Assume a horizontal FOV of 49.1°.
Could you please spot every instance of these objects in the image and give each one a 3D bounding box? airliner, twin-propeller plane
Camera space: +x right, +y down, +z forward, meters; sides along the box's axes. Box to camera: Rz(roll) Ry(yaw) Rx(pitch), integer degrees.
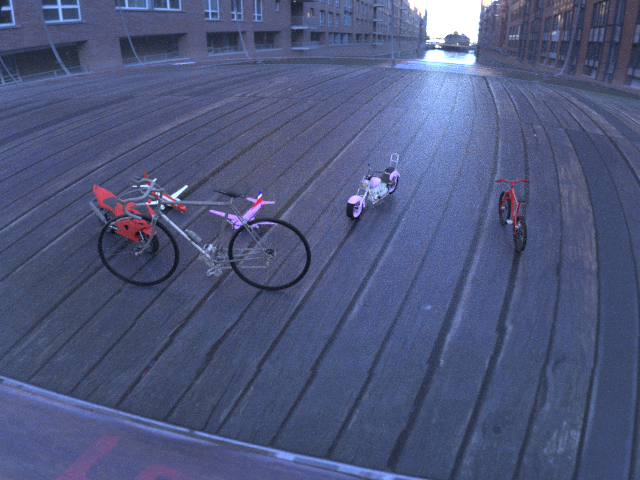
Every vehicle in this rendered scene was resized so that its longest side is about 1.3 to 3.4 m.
[{"bbox_3d":[-2.748,-0.833,12.345,1.161,0.429,1.307,-25,38,-38],"label":"airliner"},{"bbox_3d":[-1.181,-0.454,11.678,1.370,0.407,1.095,10,30,17],"label":"twin-propeller plane"}]

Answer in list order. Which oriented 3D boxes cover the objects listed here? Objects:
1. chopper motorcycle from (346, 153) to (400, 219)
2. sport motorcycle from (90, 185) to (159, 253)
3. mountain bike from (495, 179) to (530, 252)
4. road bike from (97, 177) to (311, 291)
[{"bbox_3d":[0.940,-0.943,12.201,0.466,0.761,1.563,19,34,31],"label":"chopper motorcycle"},{"bbox_3d":[-3.062,-0.336,11.034,1.520,0.821,0.506,22,36,35],"label":"sport motorcycle"},{"bbox_3d":[3.094,-0.451,11.194,0.573,0.868,1.469,-1,29,-1],"label":"mountain bike"},{"bbox_3d":[-1.621,-0.039,9.628,3.004,1.656,0.697,2,29,3],"label":"road bike"}]
